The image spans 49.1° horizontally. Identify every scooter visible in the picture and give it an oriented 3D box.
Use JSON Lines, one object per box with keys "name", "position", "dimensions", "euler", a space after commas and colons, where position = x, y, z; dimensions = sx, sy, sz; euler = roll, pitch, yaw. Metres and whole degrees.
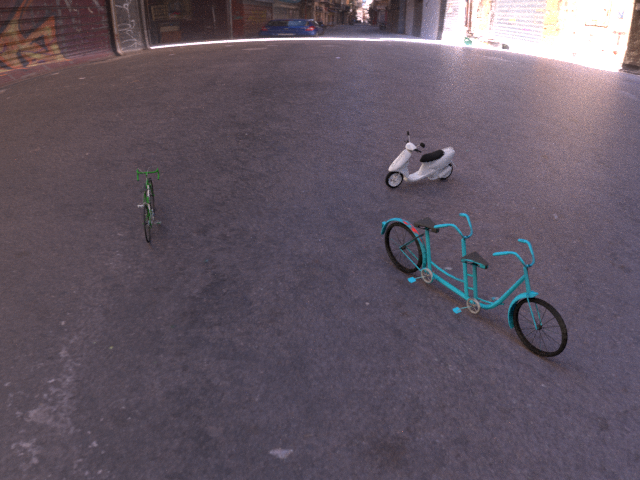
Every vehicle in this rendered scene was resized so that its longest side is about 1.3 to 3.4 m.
{"name": "scooter", "position": [1.812, -1.423, 12.440], "dimensions": [1.399, 0.919, 0.662], "euler": [-11, 33, -17]}

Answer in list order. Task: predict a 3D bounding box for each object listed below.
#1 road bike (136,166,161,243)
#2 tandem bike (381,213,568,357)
{"name": "road bike", "position": [-2.734, -0.604, 11.141], "dimensions": [0.358, 0.852, 1.545], "euler": [-4, 31, -7]}
{"name": "tandem bike", "position": [1.902, 0.332, 9.123], "dimensions": [0.550, 1.326, 3.192], "euler": [-22, 37, -32]}
